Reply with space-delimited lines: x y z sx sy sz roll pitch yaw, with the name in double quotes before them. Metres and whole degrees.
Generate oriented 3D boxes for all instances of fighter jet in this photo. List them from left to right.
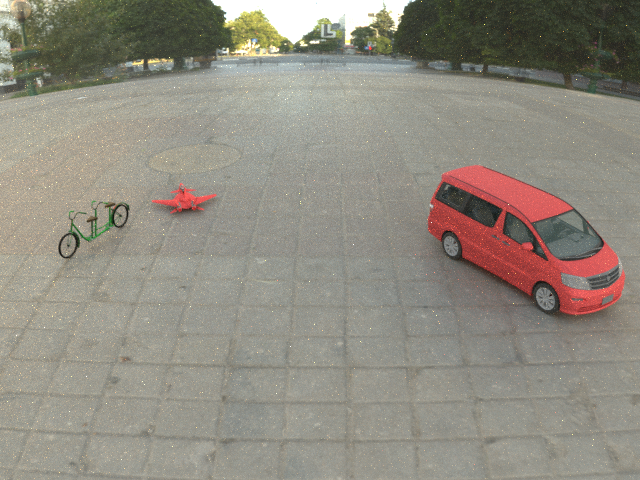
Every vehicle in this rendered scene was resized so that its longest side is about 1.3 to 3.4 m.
"fighter jet" -2.464 -0.864 12.643 1.147 0.286 1.358 -7 27 -13

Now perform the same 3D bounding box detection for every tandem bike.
"tandem bike" -3.547 -0.287 11.042 0.283 0.682 1.642 12 29 22

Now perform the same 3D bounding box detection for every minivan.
"minivan" 2.902 -0.074 10.036 1.324 1.197 3.011 -16 31 -29
